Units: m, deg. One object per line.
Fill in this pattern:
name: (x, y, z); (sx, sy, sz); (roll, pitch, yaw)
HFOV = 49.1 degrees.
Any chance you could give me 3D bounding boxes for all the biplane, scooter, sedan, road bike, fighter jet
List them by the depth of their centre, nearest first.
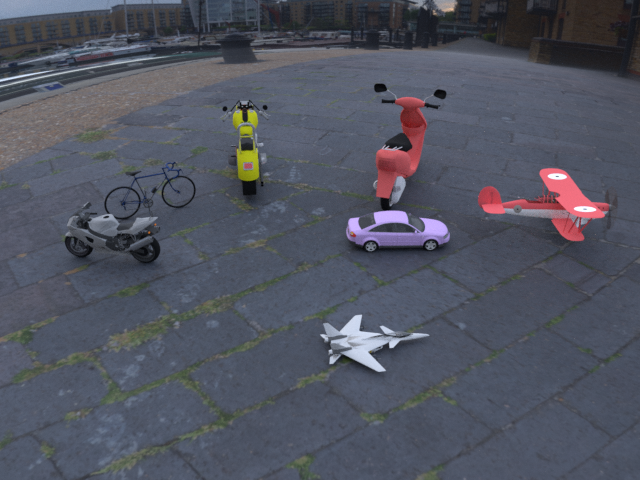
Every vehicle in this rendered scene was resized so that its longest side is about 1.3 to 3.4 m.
fighter jet: (0.722, 1.196, 8.710); (1.358, 0.286, 1.147); (-6, 30, -10)
sedan: (1.218, -0.172, 10.904); (1.613, 0.483, 0.635); (-1, 30, -2)
biplane: (3.556, -0.533, 11.035); (2.120, 0.981, 2.598); (2, 30, 4)
road bike: (-2.831, -0.825, 11.677); (1.545, 0.852, 0.358); (-14, 33, -23)
scooter: (1.464, -1.740, 12.336); (1.288, 1.786, 2.721); (10, 31, 16)

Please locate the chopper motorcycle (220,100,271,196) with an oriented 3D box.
chopper motorcycle: (-1.366, -1.949, 13.010); (0.906, 1.480, 3.040); (-3, 30, -6)

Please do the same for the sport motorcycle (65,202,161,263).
sport motorcycle: (-3.094, -0.068, 10.383); (1.520, 0.821, 0.506); (4, 30, 7)
